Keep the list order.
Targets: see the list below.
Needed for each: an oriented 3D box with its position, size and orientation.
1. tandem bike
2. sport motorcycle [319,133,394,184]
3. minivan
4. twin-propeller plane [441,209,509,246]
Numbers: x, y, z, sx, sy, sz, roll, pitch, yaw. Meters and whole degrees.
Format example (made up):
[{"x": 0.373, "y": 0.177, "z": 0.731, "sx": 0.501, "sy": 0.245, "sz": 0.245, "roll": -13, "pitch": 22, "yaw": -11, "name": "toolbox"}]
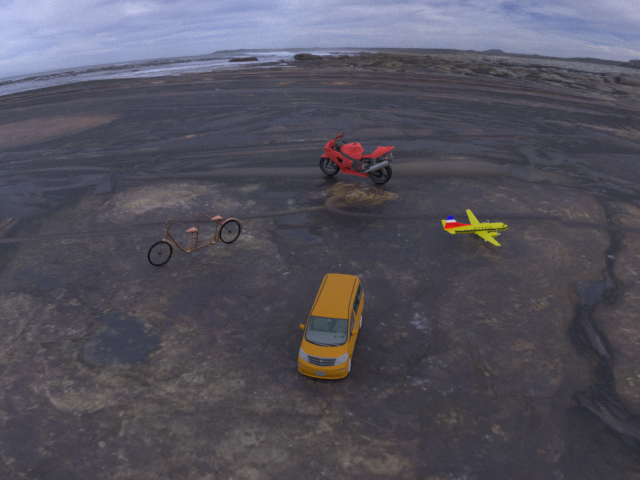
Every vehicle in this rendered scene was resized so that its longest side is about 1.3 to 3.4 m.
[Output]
[{"x": -1.868, "y": -0.092, "z": 10.597, "sx": 1.642, "sy": 0.682, "sz": 0.283, "roll": -20, "pitch": 32, "yaw": -34, "name": "tandem bike"}, {"x": 0.686, "y": -1.534, "z": 13.345, "sx": 1.520, "sy": 0.821, "sz": 0.506, "roll": 12, "pitch": 29, "yaw": 22, "name": "sport motorcycle"}, {"x": 0.155, "y": 1.013, "z": 8.444, "sx": 0.681, "sy": 0.616, "sz": 1.548, "roll": 5, "pitch": 27, "yaw": 10, "name": "minivan"}, {"x": 2.509, "y": -0.232, "z": 11.188, "sx": 1.095, "sy": 0.407, "sz": 1.370, "roll": -4, "pitch": 27, "yaw": -8, "name": "twin-propeller plane"}]
